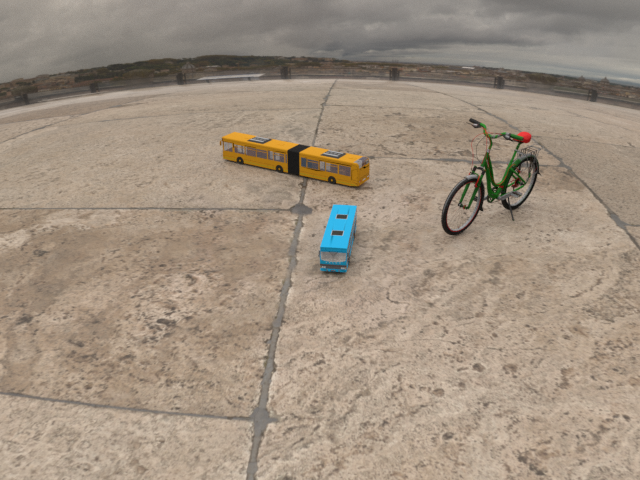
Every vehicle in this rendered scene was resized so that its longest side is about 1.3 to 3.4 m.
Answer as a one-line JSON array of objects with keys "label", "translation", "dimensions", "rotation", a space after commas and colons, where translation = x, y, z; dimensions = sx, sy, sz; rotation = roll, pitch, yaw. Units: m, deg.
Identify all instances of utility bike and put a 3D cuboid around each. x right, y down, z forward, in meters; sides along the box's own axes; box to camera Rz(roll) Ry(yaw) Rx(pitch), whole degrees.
[{"label": "utility bike", "translation": [3.093, -1.129, 11.892], "dimensions": [2.791, 1.839, 1.039], "rotation": [-21, 33, -37]}]

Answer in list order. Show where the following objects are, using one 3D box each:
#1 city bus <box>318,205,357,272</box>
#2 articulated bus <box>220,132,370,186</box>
[{"label": "city bus", "translation": [0.311, -0.034, 11.209], "dimensions": [0.476, 0.460, 1.674], "rotation": [3, 26, 7]}, {"label": "articulated bus", "translation": [-0.583, -1.700, 14.546], "dimensions": [3.401, 0.561, 0.605], "rotation": [15, 29, 28]}]
